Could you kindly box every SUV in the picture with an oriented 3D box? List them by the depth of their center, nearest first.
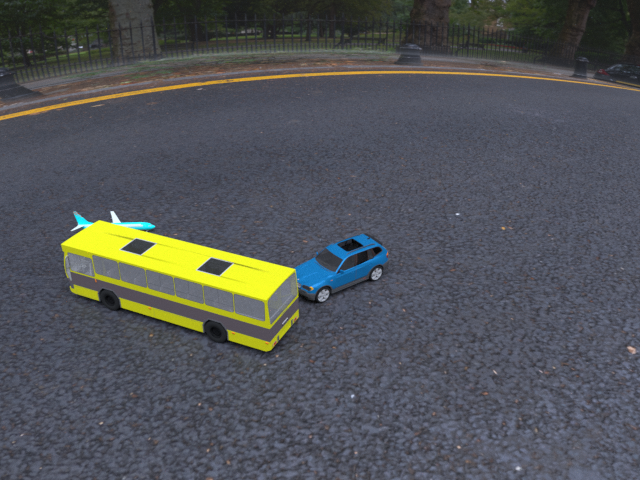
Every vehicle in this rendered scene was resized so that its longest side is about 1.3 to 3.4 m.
[{"bbox_3d":[0.286,0.365,10.207,1.572,0.580,0.656,-19,35,-31],"label":"SUV"}]

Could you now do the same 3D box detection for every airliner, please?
[{"bbox_3d":[-3.392,-0.299,11.537,1.307,0.429,1.161,-2,30,-4],"label":"airliner"}]

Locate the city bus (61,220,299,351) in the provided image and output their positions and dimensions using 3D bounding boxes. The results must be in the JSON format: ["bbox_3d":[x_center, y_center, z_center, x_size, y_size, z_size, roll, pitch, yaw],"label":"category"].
[{"bbox_3d":[-1.917,0.600,9.471,3.255,0.894,0.926,13,32,22],"label":"city bus"}]
